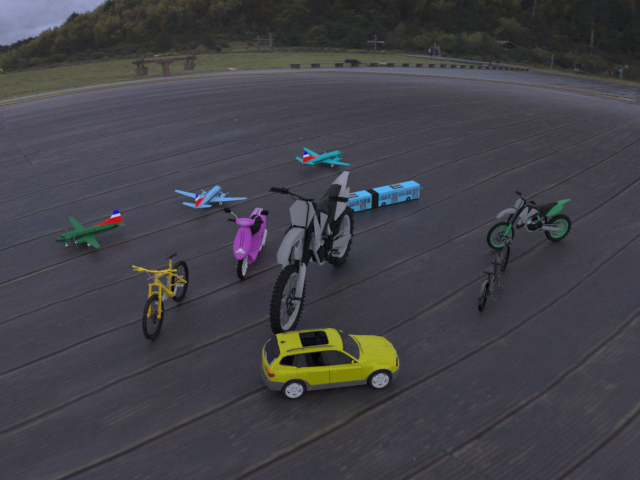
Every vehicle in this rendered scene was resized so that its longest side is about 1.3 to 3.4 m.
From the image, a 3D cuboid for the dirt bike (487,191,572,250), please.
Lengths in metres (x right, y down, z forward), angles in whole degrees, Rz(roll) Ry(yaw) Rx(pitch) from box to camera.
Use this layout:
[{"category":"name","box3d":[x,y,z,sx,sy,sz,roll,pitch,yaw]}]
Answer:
[{"category":"dirt bike","box3d":[3.276,-0.296,10.838,1.493,0.857,0.527,-8,27,-16]}]

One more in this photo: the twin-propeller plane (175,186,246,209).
[{"category":"twin-propeller plane","box3d":[-1.973,-0.796,12.359,1.370,0.407,1.095,7,27,14]}]

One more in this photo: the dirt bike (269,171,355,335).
[{"category":"dirt bike","box3d":[-0.032,0.012,9.301,1.024,1.666,2.903,9,28,18]}]

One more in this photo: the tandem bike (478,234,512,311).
[{"category":"tandem bike","box3d":[2.418,0.391,9.646,0.283,0.682,1.642,13,29,24]}]

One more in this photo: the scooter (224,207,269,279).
[{"category":"scooter","box3d":[-1.036,-0.103,10.378,0.662,0.919,1.399,4,27,8]}]

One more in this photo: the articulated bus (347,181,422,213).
[{"category":"articulated bus","box3d":[0.999,-0.752,12.404,1.749,0.289,0.311,-13,29,-24]}]

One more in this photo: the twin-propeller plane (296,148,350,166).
[{"category":"twin-propeller plane","box3d":[0.055,-1.705,14.200,1.095,0.407,1.370,-22,34,-37]}]

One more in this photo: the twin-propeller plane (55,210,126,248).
[{"category":"twin-propeller plane","box3d":[-3.661,-0.183,11.118,1.095,0.407,1.370,-17,31,-31]}]

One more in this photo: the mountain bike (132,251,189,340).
[{"category":"mountain bike","box3d":[-1.979,0.617,8.977,0.573,0.868,1.469,5,27,9]}]

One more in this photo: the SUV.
[{"category":"SUV","box3d":[0.113,1.319,7.880,1.572,0.580,0.656,-5,27,-9]}]
